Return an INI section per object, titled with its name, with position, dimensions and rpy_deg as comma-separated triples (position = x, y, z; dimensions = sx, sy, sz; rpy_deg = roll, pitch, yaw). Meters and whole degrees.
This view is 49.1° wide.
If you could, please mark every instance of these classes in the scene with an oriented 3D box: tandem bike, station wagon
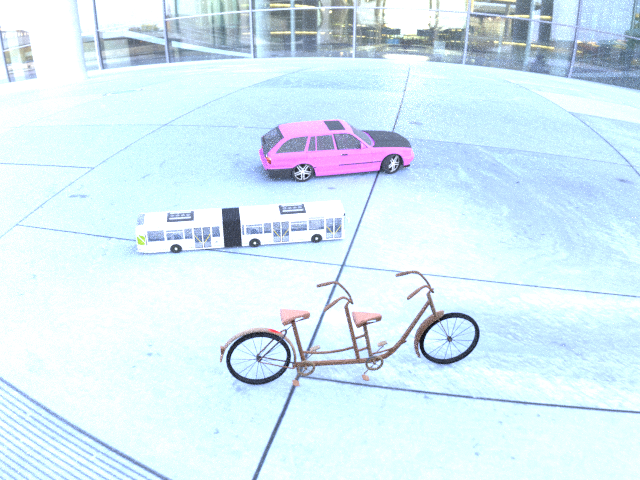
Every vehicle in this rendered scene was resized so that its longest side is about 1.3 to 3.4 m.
[tandem bike]
position = 0.398, 1.072, 8.312
dimensions = 3.192, 1.326, 0.550
rpy_deg = -4, 29, -8
[station wagon]
position = 0.350, -1.892, 14.119
dimensions = 3.105, 0.920, 1.327
rpy_deg = -6, 29, -11

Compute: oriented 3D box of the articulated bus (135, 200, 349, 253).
[articulated bus]
position = -1.252, -0.220, 11.453
dimensions = 3.401, 0.561, 0.605
rpy_deg = -4, 29, -8
